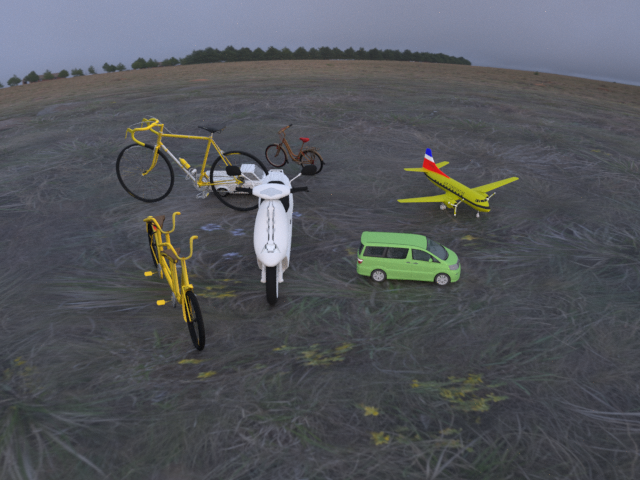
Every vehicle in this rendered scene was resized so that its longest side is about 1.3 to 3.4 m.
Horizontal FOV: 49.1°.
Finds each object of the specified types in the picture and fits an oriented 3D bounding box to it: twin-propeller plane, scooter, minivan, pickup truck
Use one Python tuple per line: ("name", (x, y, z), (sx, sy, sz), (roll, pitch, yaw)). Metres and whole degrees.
("twin-propeller plane", (2.495, -1.064, 13.002), (2.663, 0.792, 2.129), (-12, 28, -23))
("scooter", (-0.690, -0.382, 10.476), (1.288, 1.786, 2.721), (0, 26, -1))
("minivan", (1.334, 0.255, 10.505), (1.548, 0.616, 0.681), (3, 26, 6))
("pickup truck", (-1.468, -1.173, 13.546), (1.603, 0.511, 0.640), (0, 26, 1))

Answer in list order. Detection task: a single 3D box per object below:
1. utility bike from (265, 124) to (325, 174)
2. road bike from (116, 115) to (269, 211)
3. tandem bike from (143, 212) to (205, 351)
("utility bike", (-0.551, -1.842, 14.420), (1.435, 0.946, 0.535), (13, 29, 24))
("road bike", (-2.334, -1.364, 12.634), (3.004, 1.656, 0.697), (6, 27, 12))
("tandem bike", (-2.055, 0.282, 9.640), (0.550, 1.326, 3.192), (-11, 28, -21))
